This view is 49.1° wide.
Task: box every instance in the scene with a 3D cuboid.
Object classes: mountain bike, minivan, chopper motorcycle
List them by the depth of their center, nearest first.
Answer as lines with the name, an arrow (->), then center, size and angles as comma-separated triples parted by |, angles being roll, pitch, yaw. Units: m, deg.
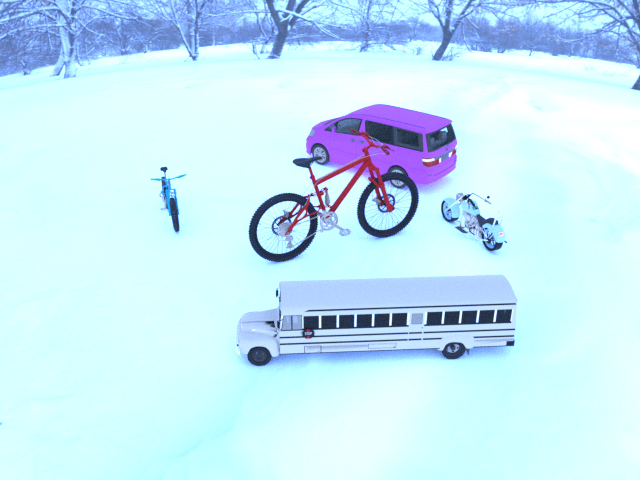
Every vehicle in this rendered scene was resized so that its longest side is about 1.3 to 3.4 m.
mountain bike -> 0.271, -0.622, 10.432 | 2.857, 1.688, 1.114 | -13, 31, -23
chopper motorcycle -> 2.394, -0.406, 11.012 | 0.466, 0.761, 1.563 | -12, 30, -21
mountain bike -> -2.490, -0.744, 11.530 | 0.573, 0.868, 1.469 | -10, 30, -17
minivan -> 1.105, -1.926, 13.394 | 3.011, 1.197, 1.324 | 21, 35, 34

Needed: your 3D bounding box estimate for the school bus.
school bus -> 0.639, 0.932, 8.420 | 3.322, 0.844, 0.709 | -2, 28, -3
